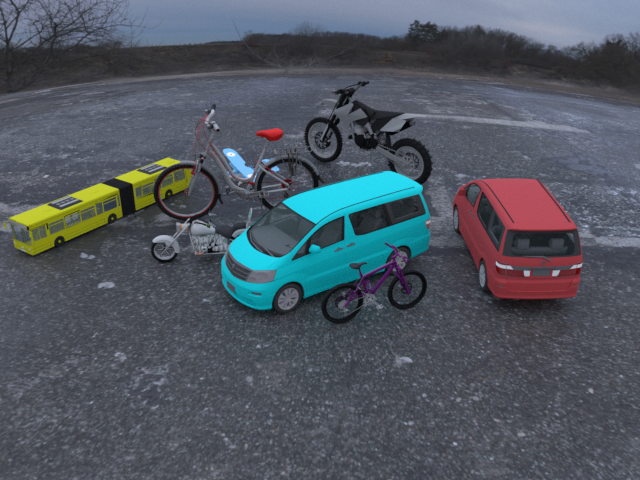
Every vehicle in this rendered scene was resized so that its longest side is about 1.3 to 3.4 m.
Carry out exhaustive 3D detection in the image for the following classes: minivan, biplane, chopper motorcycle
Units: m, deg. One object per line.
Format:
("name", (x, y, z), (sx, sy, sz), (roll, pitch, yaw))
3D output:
("minivan", (0.100, -0.044, 9.655), (3.011, 1.197, 1.324), (-17, 31, -30))
("biplane", (-1.290, -1.282, 12.909), (1.090, 0.504, 1.336), (-15, 30, -27))
("chopper motorcycle", (-1.682, -0.074, 10.203), (1.563, 0.761, 0.466), (-4, 27, -7))
("minivan", (2.733, -0.246, 10.061), (1.324, 1.197, 3.011), (-1, 27, -1))

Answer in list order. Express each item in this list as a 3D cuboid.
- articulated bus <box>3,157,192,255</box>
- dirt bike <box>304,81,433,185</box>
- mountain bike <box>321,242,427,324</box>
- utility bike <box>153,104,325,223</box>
("articulated bus", (-3.488, -0.643, 11.566), (0.605, 0.561, 3.401), (17, 31, 31))
("dirt bike", (0.837, -2.017, 13.080), (2.903, 1.666, 1.024), (20, 33, 34))
("mountain bike", (0.702, 0.576, 8.782), (1.469, 0.868, 0.573), (-10, 28, -19))
("utility bike", (-1.270, -1.146, 11.144), (2.791, 1.839, 1.039), (-5, 27, -10))
